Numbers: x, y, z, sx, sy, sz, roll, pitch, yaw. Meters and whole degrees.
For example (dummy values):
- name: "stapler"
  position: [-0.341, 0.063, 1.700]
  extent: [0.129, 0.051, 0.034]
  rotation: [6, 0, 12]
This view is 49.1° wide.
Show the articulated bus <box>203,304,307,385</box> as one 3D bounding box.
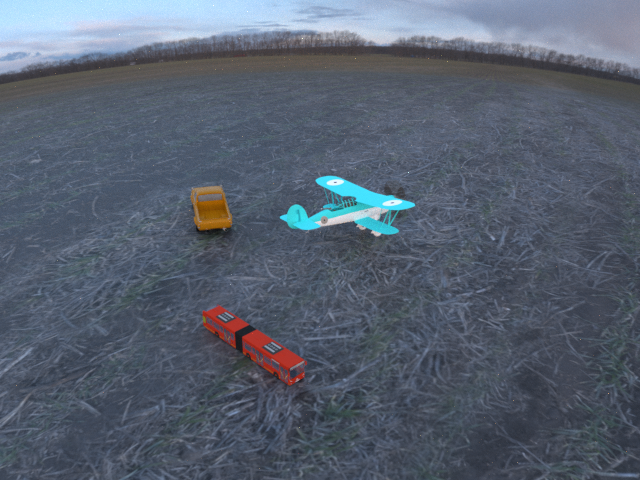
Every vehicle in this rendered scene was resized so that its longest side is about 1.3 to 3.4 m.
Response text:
- name: "articulated bus"
  position: [-0.854, 1.277, 8.713]
  extent: [0.311, 0.289, 1.749]
  rotation: [-23, 35, -38]

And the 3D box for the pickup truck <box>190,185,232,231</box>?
- name: "pickup truck"
  position: [-1.907, -0.602, 12.201]
  extent: [0.640, 0.511, 1.603]
  rotation: [-6, 27, -12]

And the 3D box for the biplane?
- name: "biplane"
  position: [0.397, -0.471, 11.419]
  extent: [2.120, 0.981, 2.598]
  rotation: [-14, 30, -26]
